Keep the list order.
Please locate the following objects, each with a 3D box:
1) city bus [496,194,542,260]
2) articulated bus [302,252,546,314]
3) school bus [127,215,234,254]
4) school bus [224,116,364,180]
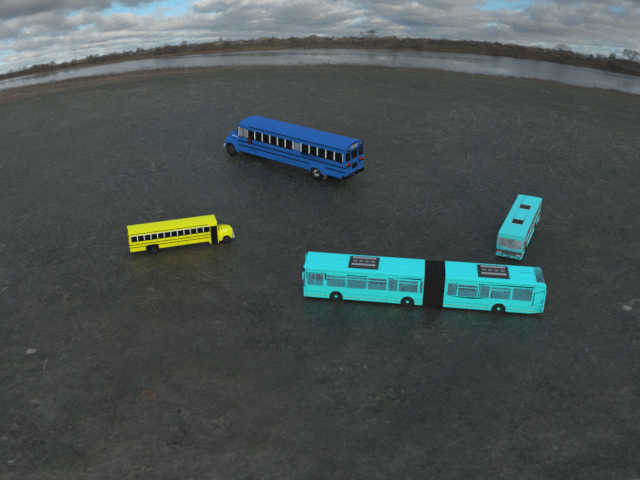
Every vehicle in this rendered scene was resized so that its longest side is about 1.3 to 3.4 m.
[{"bbox_3d":[3.330,-0.221,11.674,0.476,0.460,1.674,12,30,22],"label":"city bus"},{"bbox_3d":[1.427,0.601,9.982,3.401,0.561,0.605,4,28,7],"label":"articulated bus"},{"bbox_3d":[-2.272,-0.108,11.485,1.708,0.434,0.365,-8,29,-16],"label":"school bus"},{"bbox_3d":[-0.641,-1.958,14.598,3.322,0.844,0.709,19,33,32],"label":"school bus"}]
